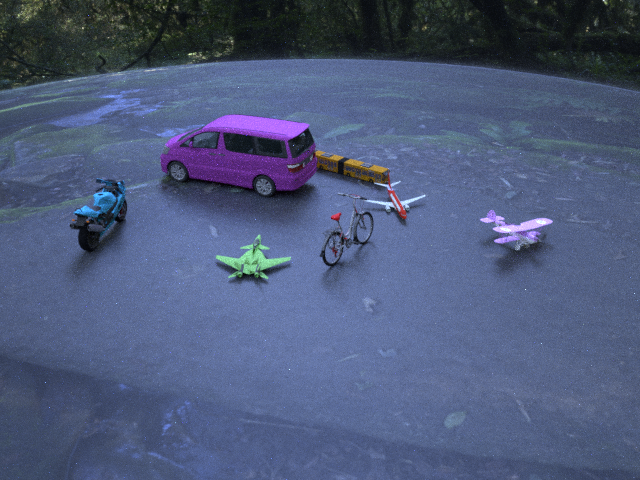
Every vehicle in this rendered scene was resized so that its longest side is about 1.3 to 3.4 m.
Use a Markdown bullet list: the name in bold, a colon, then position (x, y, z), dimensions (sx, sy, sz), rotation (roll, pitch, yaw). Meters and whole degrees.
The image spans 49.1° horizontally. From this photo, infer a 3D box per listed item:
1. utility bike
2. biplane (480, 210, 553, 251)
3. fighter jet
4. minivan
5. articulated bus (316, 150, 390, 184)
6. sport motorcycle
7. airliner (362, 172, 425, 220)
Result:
- **utility bike**: position (0.387, -0.214, 10.743), dimensions (0.535, 0.946, 1.435), rotation (19, 34, 31)
- **biplane**: position (3.084, -0.166, 11.121), dimensions (1.336, 0.504, 1.090), rotation (-19, 34, -32)
- **fighter jet**: position (-1.014, 0.157, 10.749), dimensions (1.147, 0.286, 1.358), rotation (1, 28, 3)
- **minivan**: position (-1.592, -1.700, 13.245), dimensions (3.011, 1.197, 1.324), rotation (11, 30, 19)
- **articulated bus**: position (0.554, -1.427, 13.695), dimensions (1.749, 0.289, 0.311), rotation (19, 33, 31)
- **sport motorcycle**: position (-3.512, -0.444, 11.304), dimensions (0.506, 0.821, 1.520), rotation (6, 29, 10)
- **airliner**: position (1.341, -0.770, 12.324), dimensions (1.161, 0.429, 1.307), rotation (-4, 29, -8)
